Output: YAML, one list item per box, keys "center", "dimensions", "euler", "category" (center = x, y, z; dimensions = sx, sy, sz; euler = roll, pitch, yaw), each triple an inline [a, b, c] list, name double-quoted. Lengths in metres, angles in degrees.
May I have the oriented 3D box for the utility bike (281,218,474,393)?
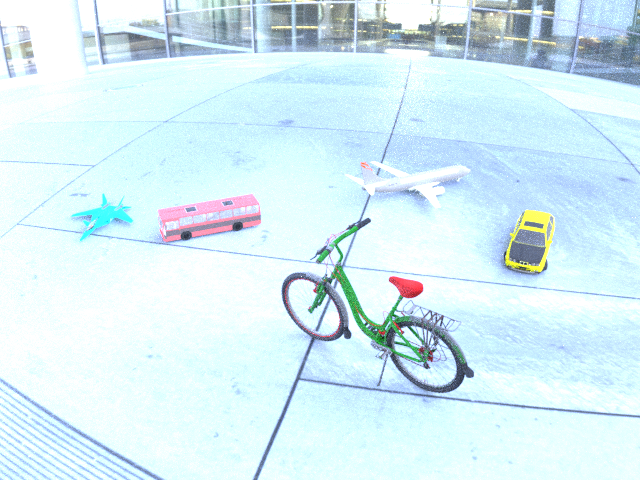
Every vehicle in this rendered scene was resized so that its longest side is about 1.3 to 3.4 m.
- center: [0.550, 0.830, 8.346]
  dimensions: [2.791, 1.839, 1.039]
  euler: [20, 35, 31]
  category: "utility bike"

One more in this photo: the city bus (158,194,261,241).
- center: [-1.859, -0.365, 11.839]
  dimensions: [1.674, 0.460, 0.476]
  euler: [-11, 31, -19]
  category: "city bus"

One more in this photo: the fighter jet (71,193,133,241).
- center: [-3.814, -0.381, 12.042]
  dimensions: [1.147, 0.286, 1.358]
  euler: [6, 30, 10]
  category: "fighter jet"

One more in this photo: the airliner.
- center: [1.806, -1.283, 13.073]
  dimensions: [2.541, 0.835, 2.257]
  euler: [-14, 33, -23]
  category: "airliner"

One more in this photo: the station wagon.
- center: [3.391, -0.026, 11.229]
  dimensions: [0.682, 0.473, 1.597]
  euler: [12, 32, 20]
  category: "station wagon"
